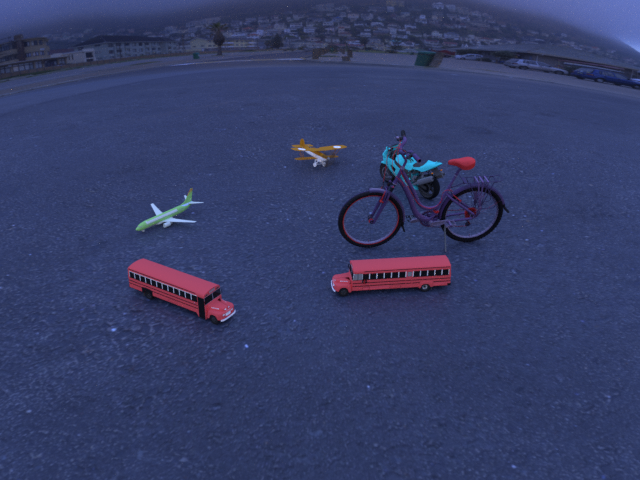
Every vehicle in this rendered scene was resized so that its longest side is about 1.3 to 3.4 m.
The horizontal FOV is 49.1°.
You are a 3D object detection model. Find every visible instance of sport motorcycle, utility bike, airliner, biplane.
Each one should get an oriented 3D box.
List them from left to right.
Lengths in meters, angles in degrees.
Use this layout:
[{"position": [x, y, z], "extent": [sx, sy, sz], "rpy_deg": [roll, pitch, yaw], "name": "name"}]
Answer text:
[{"position": [-2.651, -0.509, 12.043], "extent": [1.161, 0.429, 1.307], "rpy_deg": [21, 34, 34], "name": "airliner"}, {"position": [-0.102, -1.818, 14.476], "extent": [1.336, 0.504, 1.090], "rpy_deg": [-18, 32, -31], "name": "biplane"}, {"position": [1.685, -1.314, 13.165], "extent": [0.506, 0.821, 1.520], "rpy_deg": [-22, 34, -35], "name": "sport motorcycle"}, {"position": [1.676, -0.672, 10.831], "extent": [2.791, 1.839, 1.039], "rpy_deg": [-3, 28, -7], "name": "utility bike"}]

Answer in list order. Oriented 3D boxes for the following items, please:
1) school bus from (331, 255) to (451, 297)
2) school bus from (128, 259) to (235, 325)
[{"position": [1.016, 0.504, 10.092], "extent": [1.708, 0.434, 0.365], "rpy_deg": [-3, 28, -6], "name": "school bus"}, {"position": [-1.927, 0.700, 9.716], "extent": [1.708, 0.434, 0.365], "rpy_deg": [16, 32, 28], "name": "school bus"}]
